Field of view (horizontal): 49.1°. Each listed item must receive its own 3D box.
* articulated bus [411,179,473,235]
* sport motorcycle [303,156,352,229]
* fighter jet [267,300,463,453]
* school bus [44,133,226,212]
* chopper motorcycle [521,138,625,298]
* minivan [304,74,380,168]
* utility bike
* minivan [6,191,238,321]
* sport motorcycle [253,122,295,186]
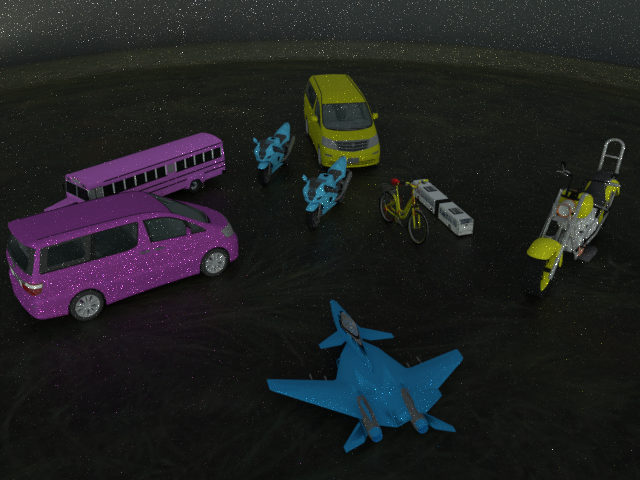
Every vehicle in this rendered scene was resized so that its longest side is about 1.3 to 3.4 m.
[{"bbox_3d":[1.997,-0.565,11.574,0.311,0.289,1.749,-8,29,-16],"label":"articulated bus"},{"bbox_3d":[0.110,-0.783,11.417,0.506,0.821,1.520,11,30,20],"label":"sport motorcycle"},{"bbox_3d":[0.475,1.215,7.871,2.229,0.557,2.640,-7,28,-13],"label":"fighter jet"},{"bbox_3d":[-3.062,-0.982,11.775,0.709,0.844,3.322,22,35,36],"label":"school bus"},{"bbox_3d":[3.630,-0.374,9.920,0.906,1.480,3.040,20,33,33],"label":"chopper motorcycle"},{"bbox_3d":[0.395,-2.438,14.185,1.324,1.197,3.011,-4,28,-8],"label":"minivan"},{"bbox_3d":[1.323,-0.558,10.850,0.535,0.946,1.435,-13,30,-23],"label":"utility bike"},{"bbox_3d":[-2.567,0.043,9.426,3.011,1.197,1.324,-19,33,-32],"label":"minivan"},{"bbox_3d":[-0.847,-1.609,13.002,0.506,0.821,1.520,8,29,15],"label":"sport motorcycle"}]
